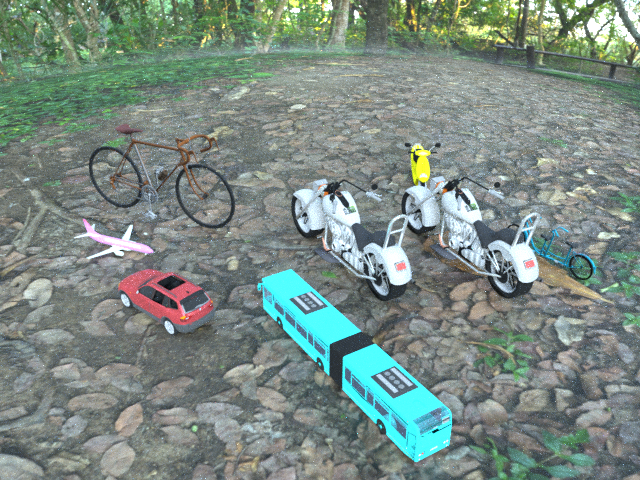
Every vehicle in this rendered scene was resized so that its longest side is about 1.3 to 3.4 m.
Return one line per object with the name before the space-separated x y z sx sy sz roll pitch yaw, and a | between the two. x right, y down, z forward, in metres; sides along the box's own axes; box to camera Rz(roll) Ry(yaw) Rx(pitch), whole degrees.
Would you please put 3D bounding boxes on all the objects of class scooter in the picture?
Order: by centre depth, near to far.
scooter | 1.883 -1.453 13.154 0.662 0.919 1.399 0 29 1

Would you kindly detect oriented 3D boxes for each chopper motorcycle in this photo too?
chopper motorcycle | 0.372 -0.256 10.454 0.906 1.480 3.040 -16 33 -26
chopper motorcycle | 2.171 -0.301 10.534 0.906 1.480 3.040 -14 32 -23

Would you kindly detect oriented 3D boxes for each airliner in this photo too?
airliner | -3.224 -0.038 11.137 1.307 0.429 1.161 11 31 19

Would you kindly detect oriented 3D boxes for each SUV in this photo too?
SUV | -2.126 0.747 9.587 1.572 0.580 0.656 23 37 35

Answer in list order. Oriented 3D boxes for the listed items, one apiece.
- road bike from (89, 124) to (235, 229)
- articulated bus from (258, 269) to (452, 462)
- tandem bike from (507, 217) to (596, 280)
road bike | -2.746 -1.121 11.812 3.004 1.656 0.697 13 32 22
articulated bus | 0.286 1.361 8.514 0.605 0.561 3.401 -17 34 -28
tandem bike | 3.512 0.055 10.713 0.283 0.682 1.642 -20 35 -32
